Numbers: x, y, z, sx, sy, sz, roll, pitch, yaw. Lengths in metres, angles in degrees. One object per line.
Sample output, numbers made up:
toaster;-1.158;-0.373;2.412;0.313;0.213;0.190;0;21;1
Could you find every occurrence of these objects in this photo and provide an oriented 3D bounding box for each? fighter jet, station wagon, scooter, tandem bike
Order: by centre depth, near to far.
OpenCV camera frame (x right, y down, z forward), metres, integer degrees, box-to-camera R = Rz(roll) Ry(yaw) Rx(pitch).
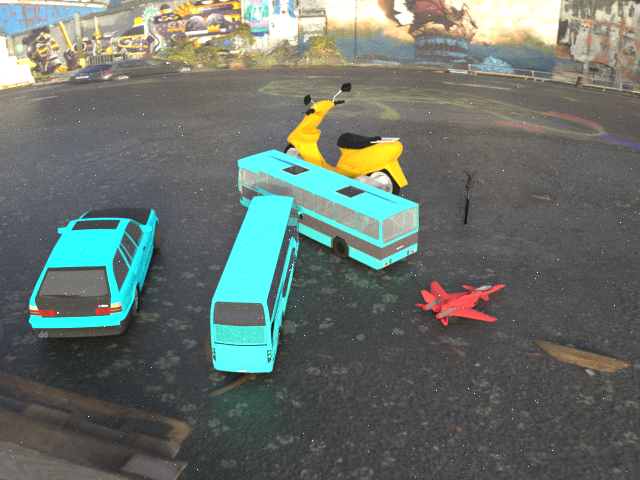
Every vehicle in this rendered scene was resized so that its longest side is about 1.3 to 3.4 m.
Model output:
fighter jet;1.949;0.699;9.148;1.358;0.286;1.147;-16;31;-29
station wagon;-2.955;0.171;9.497;1.327;0.920;3.105;-2;27;-3
tandem bike;2.507;-0.838;11.792;0.283;0.682;1.642;6;27;11
scooter;0.378;-1.722;12.329;2.721;1.786;1.288;20;33;35

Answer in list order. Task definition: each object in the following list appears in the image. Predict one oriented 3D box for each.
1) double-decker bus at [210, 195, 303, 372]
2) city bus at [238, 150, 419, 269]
double-decker bus;-0.738;0.389;8.910;0.756;1.052;3.251;2;27;4
city bus;0.024;-0.518;10.910;0.926;0.894;3.255;-23;34;-38
